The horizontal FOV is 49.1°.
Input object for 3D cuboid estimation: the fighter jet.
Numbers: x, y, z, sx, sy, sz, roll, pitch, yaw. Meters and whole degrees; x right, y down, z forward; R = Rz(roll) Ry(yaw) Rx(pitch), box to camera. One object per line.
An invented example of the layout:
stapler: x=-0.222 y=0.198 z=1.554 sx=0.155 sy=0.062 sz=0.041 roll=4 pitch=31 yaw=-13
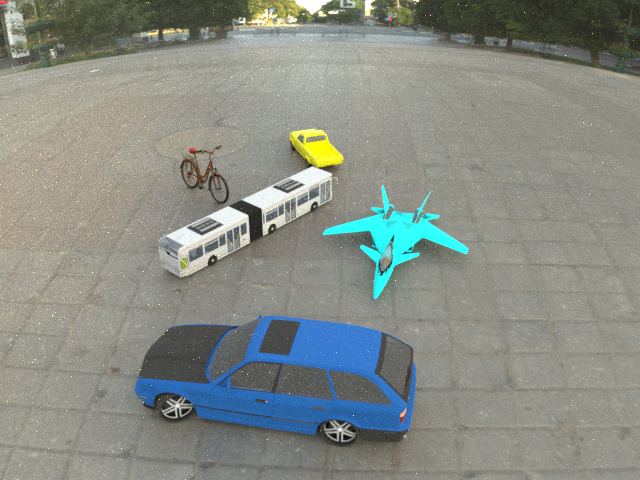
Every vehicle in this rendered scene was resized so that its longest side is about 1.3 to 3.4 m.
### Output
fighter jet: x=1.086 y=0.004 z=10.517 sx=2.229 sy=0.557 sz=2.640 roll=8 pitch=31 yaw=13

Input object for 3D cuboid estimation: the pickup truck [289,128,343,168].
pickup truck: x=-0.098 y=-1.836 z=13.681 sx=0.640 sy=0.511 sz=1.603 roll=-11 pitch=32 yaw=-18

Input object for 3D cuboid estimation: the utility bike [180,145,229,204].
utility bike: x=-2.013 y=-1.238 z=12.239 sx=0.535 sy=0.946 sz=1.435 roll=-27 pitch=40 yaw=-37

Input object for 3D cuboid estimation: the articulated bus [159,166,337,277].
articulated bus: x=-1.043 y=-0.363 z=11.135 sx=0.605 sy=0.561 sz=3.401 roll=24 pitch=38 yaw=35

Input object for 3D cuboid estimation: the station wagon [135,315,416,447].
station wagon: x=-0.497 y=1.415 z=7.768 sx=3.105 sy=0.920 sz=1.327 roll=6 pitch=31 yaw=9
